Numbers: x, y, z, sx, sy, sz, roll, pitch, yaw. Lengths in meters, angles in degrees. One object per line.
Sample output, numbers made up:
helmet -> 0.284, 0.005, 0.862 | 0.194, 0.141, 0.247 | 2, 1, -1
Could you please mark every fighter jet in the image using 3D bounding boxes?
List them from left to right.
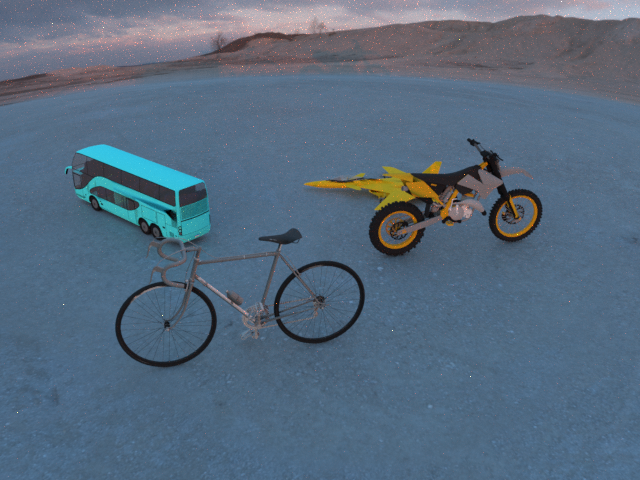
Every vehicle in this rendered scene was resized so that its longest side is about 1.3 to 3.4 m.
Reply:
fighter jet -> 0.988, -1.140, 13.175 | 2.640, 0.557, 2.229 | 4, 26, 7

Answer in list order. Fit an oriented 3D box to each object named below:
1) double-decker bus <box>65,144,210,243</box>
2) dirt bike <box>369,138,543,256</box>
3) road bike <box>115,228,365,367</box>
double-decker bus -> -3.175, -0.855, 12.031 | 3.251, 1.052, 0.756 | 21, 33, 36
dirt bike -> 2.161, -0.622, 10.856 | 2.903, 1.666, 1.024 | -6, 27, -12
road bike -> -0.889, 0.659, 8.253 | 3.004, 1.656, 0.697 | -7, 27, -14
